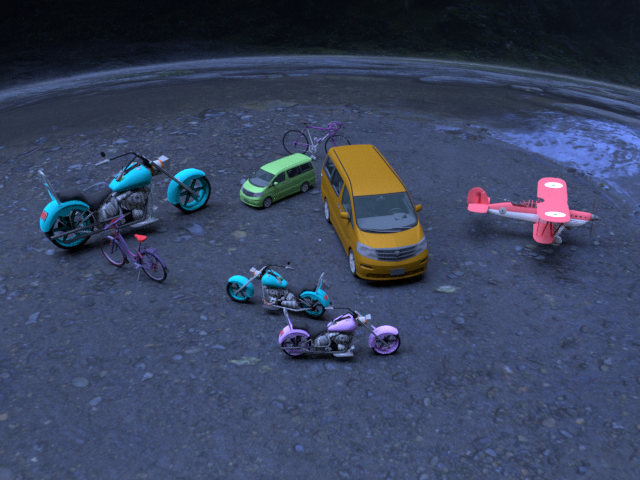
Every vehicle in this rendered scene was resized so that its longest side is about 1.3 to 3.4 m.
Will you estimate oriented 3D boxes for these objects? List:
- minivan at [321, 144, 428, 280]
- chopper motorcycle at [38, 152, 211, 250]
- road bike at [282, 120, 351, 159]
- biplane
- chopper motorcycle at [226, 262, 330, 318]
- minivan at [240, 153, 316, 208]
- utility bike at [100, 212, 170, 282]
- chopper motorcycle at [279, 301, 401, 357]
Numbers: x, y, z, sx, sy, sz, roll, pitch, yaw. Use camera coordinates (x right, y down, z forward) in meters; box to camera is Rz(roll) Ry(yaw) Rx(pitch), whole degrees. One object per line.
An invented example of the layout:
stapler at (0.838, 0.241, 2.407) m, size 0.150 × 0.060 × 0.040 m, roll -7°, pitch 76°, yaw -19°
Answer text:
minivan at (0.834, -0.516, 11.483) m, size 1.324 × 1.197 × 3.011 m, roll -6°, pitch 30°, yaw -10°
chopper motorcycle at (-3.207, -0.829, 11.753) m, size 3.040 × 1.480 × 0.906 m, roll -22°, pitch 36°, yaw -34°
road bike at (-0.070, -2.097, 14.672) m, size 1.545 × 0.852 × 0.358 m, roll 9°, pitch 30°, yaw 16°
biplane at (3.513, -0.486, 11.651) m, size 2.120 × 0.981 × 2.598 m, roll 8°, pitch 30°, yaw 15°
chopper motorcycle at (-0.609, 0.656, 9.828) m, size 1.563 × 0.761 × 0.466 m, roll 11°, pitch 31°, yaw 19°
minivan at (-0.797, -1.129, 13.179) m, size 1.548 × 0.616 × 0.681 m, roll -25°, pitch 38°, yaw -38°
utility bike at (-2.871, 0.143, 10.559) m, size 1.435 × 0.946 × 0.535 m, roll 17°, pitch 33°, yaw 28°
chopper motorcycle at (0.255, 1.161, 8.923) m, size 1.563 × 0.761 × 0.466 m, roll -2°, pitch 29°, yaw -3°
